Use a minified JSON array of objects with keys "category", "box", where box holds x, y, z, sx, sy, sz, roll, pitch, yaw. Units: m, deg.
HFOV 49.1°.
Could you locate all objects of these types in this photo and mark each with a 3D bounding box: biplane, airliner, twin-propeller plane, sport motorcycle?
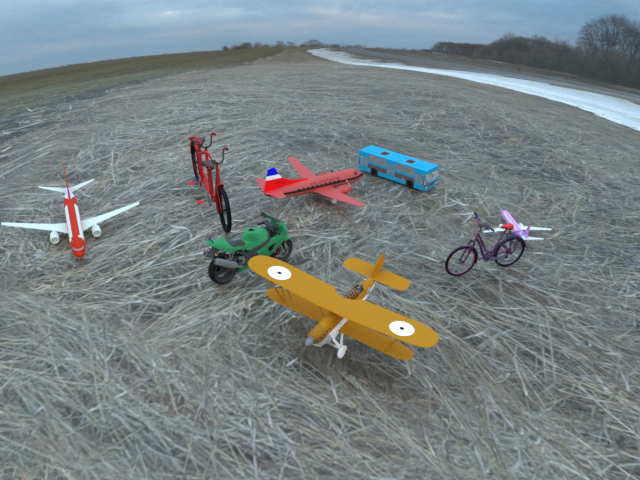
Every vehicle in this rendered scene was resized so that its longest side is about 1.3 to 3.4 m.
[{"category":"biplane","box":[0.393,0.839,8.997,2.598,0.981,2.120,15,31,26]},{"category":"airliner","box":[3.280,-0.310,11.756,1.161,0.429,1.307,-2,28,-4]},{"category":"airliner","box":[-4.146,-0.502,11.684,2.257,0.835,2.541,-10,30,-19]},{"category":"twin-propeller plane","box":[-0.086,-1.129,12.916,2.129,0.792,2.663,-15,32,-27]},{"category":"sport motorcycle","box":[-1.041,0.128,10.511,1.520,0.821,0.506,-20,34,-33]}]

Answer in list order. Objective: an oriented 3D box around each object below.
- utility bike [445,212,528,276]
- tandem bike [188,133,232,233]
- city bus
[{"category":"utility bike","box":[2.548,0.087,10.455,1.435,0.946,0.535,-10,29,-18]},{"category":"tandem bike","box":[-2.012,-1.265,12.601,0.550,1.326,3.192,-10,29,-18]},{"category":"city bus","box":[1.525,-1.409,13.799,1.674,0.460,0.476,24,36,37]}]
